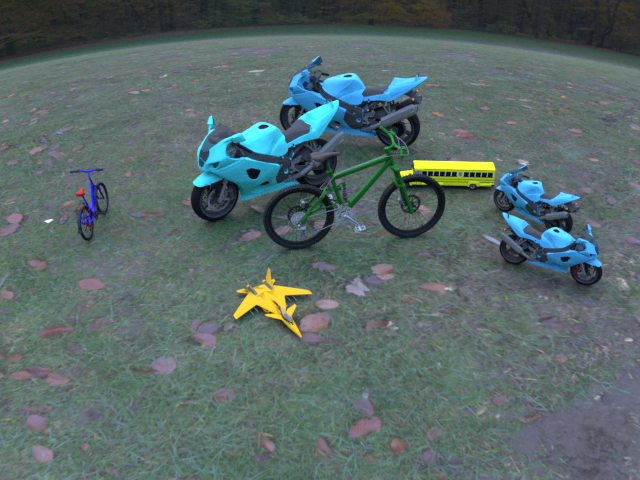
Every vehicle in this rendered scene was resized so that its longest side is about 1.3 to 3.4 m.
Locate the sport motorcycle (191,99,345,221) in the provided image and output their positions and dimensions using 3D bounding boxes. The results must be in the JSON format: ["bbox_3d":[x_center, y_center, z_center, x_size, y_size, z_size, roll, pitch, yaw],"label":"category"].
[{"bbox_3d":[-0.867,-1.359,11.731,2.955,1.596,0.983,-21,37,-31],"label":"sport motorcycle"}]

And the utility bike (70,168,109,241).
[{"bbox_3d":[-3.701,-0.637,11.168,0.535,0.946,1.435,1,31,1],"label":"utility bike"}]

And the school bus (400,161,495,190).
[{"bbox_3d":[2.246,-1.170,12.540,1.708,0.434,0.365,2,31,3],"label":"school bus"}]

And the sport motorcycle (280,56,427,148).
[{"bbox_3d":[0.601,-2.672,13.893,2.955,1.596,0.983,8,32,13],"label":"sport motorcycle"}]

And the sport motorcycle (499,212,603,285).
[{"bbox_3d":[3.303,0.122,10.038,1.520,0.821,0.506,18,36,27],"label":"sport motorcycle"}]

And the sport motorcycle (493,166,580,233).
[{"bbox_3d":[3.448,-0.635,11.285,0.506,0.821,1.520,-24,38,-33],"label":"sport motorcycle"}]

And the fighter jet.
[{"bbox_3d":[-0.575,0.856,9.344,1.147,0.286,1.358,-17,35,-25],"label":"fighter jet"}]

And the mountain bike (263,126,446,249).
[{"bbox_3d":[0.554,-0.685,10.534,2.857,1.688,1.114,-6,32,-10],"label":"mountain bike"}]
